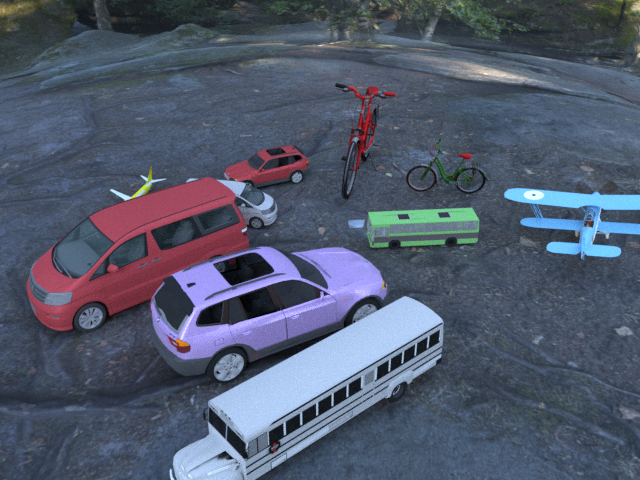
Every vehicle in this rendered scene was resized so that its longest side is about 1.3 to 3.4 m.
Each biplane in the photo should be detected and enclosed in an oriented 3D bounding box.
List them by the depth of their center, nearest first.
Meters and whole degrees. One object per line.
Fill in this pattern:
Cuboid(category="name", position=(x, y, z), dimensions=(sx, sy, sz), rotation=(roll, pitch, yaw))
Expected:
Cuboid(category="biplane", position=(3.985, -0.251, 10.460), dimensions=(2.598, 0.981, 2.120), rotation=(13, 33, 21))

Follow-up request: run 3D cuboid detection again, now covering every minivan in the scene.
Cuboid(category="minivan", position=(-2.481, 0.133, 9.602), dimensions=(3.011, 1.197, 1.324), rotation=(-21, 37, -32))
Cuboid(category="minivan", position=(-1.477, -0.617, 11.434), dimensions=(1.548, 0.616, 0.681), rotation=(4, 31, 7))

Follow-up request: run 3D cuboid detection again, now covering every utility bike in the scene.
Cuboid(category="utility bike", position=(2.225, -1.208, 12.105), dimensions=(1.435, 0.946, 0.535), rotation=(3, 31, 4))
Cuboid(category="utility bike", position=(0.847, -1.971, 12.514), dimensions=(1.039, 1.839, 2.791), rotation=(7, 31, 12))

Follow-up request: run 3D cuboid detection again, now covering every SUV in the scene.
Cuboid(category="SUV", position=(-0.589, 0.696, 8.721), dimensions=(3.058, 1.128, 1.276), rotation=(-17, 35, -26))
Cuboid(category="SUV", position=(-0.959, -1.311, 12.635), dimensions=(1.572, 0.580, 0.656), rotation=(-14, 33, -22))

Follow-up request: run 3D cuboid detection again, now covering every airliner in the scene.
Cuboid(category="airliner", position=(-3.140, -0.808, 11.938), dimensions=(1.161, 0.429, 1.307), rotation=(8, 32, 14))

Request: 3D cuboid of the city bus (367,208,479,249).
Cuboid(category="city bus", position=(1.582, -0.173, 10.839), dimensions=(1.674, 0.460, 0.476), rotation=(-3, 31, -4))

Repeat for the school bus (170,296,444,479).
Cuboid(category="school bus", position=(-0.045, 1.636, 7.418), dimensions=(3.322, 0.844, 0.709), rotation=(-23, 38, -34))
